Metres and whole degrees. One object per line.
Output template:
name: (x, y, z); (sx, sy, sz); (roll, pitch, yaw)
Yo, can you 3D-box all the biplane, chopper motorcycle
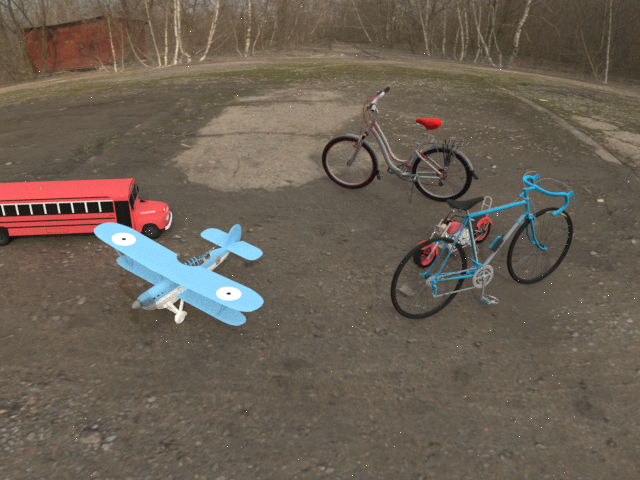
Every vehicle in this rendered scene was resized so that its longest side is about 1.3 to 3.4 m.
biplane: (-1.651, 0.423, 9.156); (2.598, 0.981, 2.120); (16, 32, 28)
chopper motorcycle: (2.003, -0.126, 10.417); (1.563, 0.761, 0.466); (-20, 34, -32)

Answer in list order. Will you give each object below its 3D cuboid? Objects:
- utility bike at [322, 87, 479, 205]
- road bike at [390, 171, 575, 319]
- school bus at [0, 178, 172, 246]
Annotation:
utility bike: (1.319, -1.538, 11.915); (2.791, 1.839, 1.039); (9, 29, 17)
road bike: (2.203, 0.072, 9.096); (3.004, 1.656, 0.696); (-14, 31, -24)
school bus: (-4.033, -0.465, 10.964); (3.322, 0.844, 0.709); (-2, 28, -5)
